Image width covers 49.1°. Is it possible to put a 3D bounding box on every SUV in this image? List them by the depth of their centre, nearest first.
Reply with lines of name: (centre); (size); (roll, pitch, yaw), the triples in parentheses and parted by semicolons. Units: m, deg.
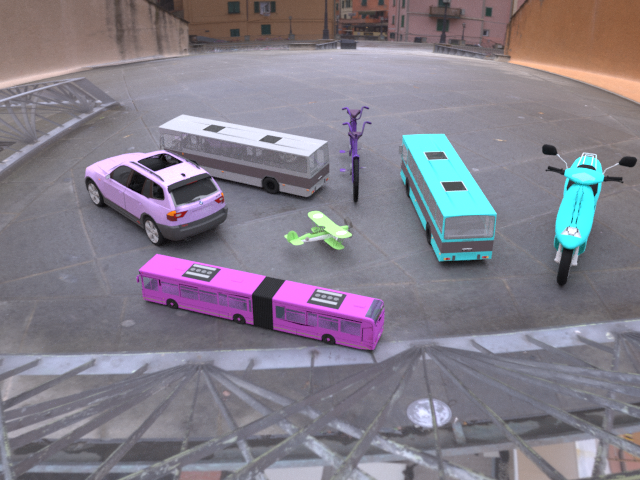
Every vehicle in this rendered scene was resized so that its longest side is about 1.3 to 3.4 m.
SUV: (-2.830, -0.932, 11.788); (1.276, 1.128, 3.058); (-25, 38, -37)

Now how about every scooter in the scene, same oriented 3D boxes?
scooter: (3.936, -0.635, 10.609); (1.288, 1.786, 2.721); (12, 32, 20)

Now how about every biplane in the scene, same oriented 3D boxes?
biplane: (-0.012, -0.094, 10.953); (1.090, 0.504, 1.336); (-12, 32, -20)

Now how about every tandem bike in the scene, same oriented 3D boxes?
tandem bike: (0.656, -1.878, 13.240); (0.550, 1.326, 3.192); (0, 30, 1)

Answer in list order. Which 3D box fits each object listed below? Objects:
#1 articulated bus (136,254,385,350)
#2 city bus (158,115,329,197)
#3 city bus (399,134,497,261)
articulated bus: (-0.843, 0.798, 9.341); (3.401, 0.561, 0.605); (10, 31, 17)
city bus: (-1.453, -1.577, 13.149); (3.255, 0.894, 0.926); (14, 33, 23)
city bus: (2.046, -0.766, 11.735); (0.926, 0.894, 3.255); (-2, 30, -4)
